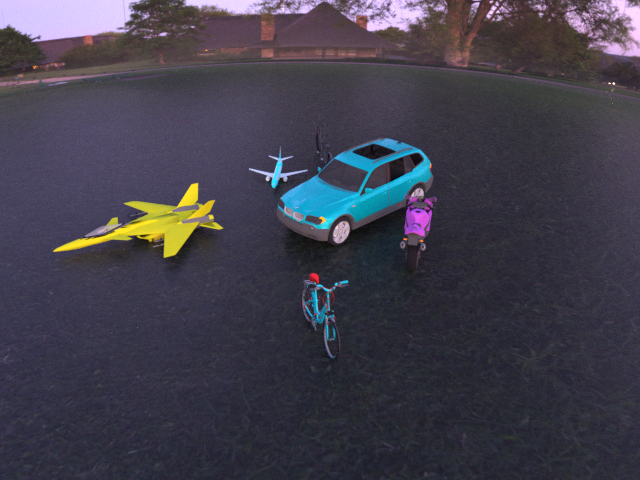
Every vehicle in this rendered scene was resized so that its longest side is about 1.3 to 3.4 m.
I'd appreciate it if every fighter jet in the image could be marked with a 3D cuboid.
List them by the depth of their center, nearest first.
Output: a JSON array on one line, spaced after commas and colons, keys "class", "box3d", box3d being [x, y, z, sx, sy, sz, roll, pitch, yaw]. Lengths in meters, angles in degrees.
[{"class": "fighter jet", "box3d": [-3.041, -0.284, 11.473, 2.640, 0.557, 2.229, -15, 32, -26]}]

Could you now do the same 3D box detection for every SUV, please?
[{"class": "SUV", "box3d": [0.659, -0.937, 12.078, 3.058, 1.128, 1.276, -24, 37, -37]}]

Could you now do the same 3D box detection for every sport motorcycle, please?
[{"class": "sport motorcycle", "box3d": [1.513, -0.156, 10.961, 0.506, 0.821, 1.520, 6, 29, 11]}]

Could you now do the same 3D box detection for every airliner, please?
[{"class": "airliner", "box3d": [-0.834, -1.407, 13.677, 1.161, 0.429, 1.307, 2, 29, 3]}]

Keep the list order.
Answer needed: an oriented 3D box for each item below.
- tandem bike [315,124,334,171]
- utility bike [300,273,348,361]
[{"class": "tandem bike", "box3d": [0.085, -1.914, 14.346, 0.283, 0.682, 1.642, -5, 29, -10]}, {"class": "utility bike", "box3d": [0.037, 0.849, 8.979, 0.535, 0.946, 1.435, -10, 30, -18]}]
